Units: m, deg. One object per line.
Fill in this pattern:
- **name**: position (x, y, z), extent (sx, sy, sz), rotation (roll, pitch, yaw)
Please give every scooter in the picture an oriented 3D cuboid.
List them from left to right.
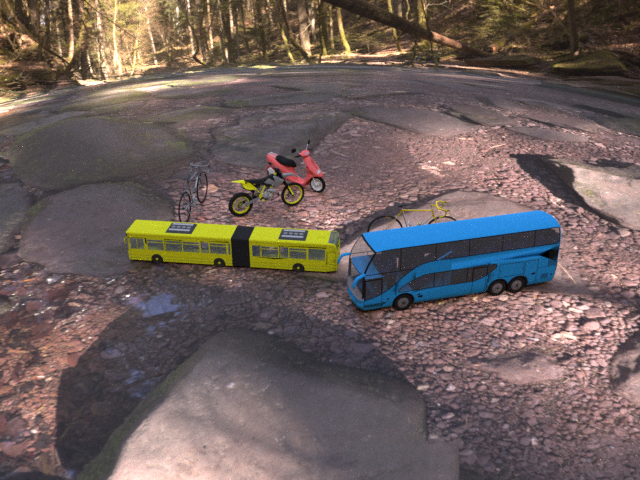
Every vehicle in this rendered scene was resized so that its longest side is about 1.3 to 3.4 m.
- **scooter**: position (-0.501, -1.466, 13.717), extent (1.399, 0.919, 0.662), rotation (15, 31, 27)

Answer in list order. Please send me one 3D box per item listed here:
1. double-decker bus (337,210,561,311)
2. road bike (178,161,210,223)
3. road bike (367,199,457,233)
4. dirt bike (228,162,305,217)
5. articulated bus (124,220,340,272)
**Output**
- **double-decker bus**: position (1.910, 0.296, 10.207), extent (3.251, 1.052, 0.756), rotation (-7, 29, -14)
- **road bike**: position (-2.295, -0.883, 12.675), extent (0.358, 0.852, 1.545), rotation (5, 28, 9)
- **road bike**: position (1.548, -0.246, 11.458), extent (1.545, 0.852, 0.358), rotation (0, 28, 1)
- **dirt bike**: position (-0.970, -0.918, 12.737), extent (1.493, 0.857, 0.527), rotation (-13, 30, -23)
- **articulated bus**: position (-1.396, 0.088, 11.133), extent (3.401, 0.561, 0.605), rotation (3, 28, 6)
